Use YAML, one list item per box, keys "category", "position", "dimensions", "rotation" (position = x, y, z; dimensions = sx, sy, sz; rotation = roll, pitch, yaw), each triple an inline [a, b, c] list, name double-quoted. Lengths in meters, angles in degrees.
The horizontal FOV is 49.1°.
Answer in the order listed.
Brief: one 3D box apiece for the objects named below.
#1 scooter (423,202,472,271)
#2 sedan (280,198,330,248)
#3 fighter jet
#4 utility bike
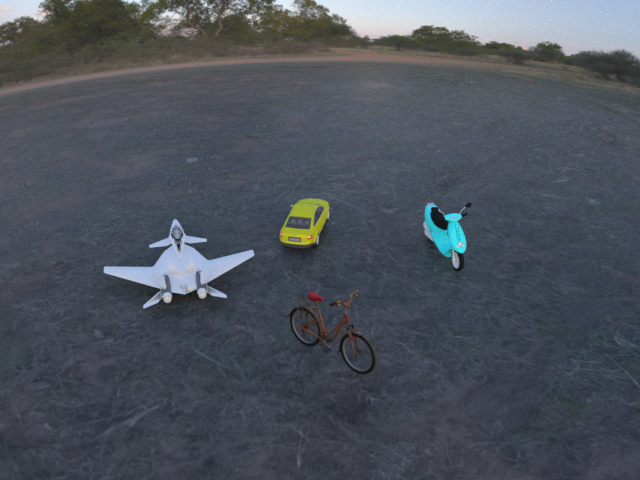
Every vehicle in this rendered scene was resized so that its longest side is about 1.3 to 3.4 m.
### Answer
- category: "scooter"
  position: [1.932, -0.195, 10.841]
  dimensions: [0.662, 0.919, 1.399]
  rotation: [-7, 29, -13]
- category: "sedan"
  position: [-0.235, -0.365, 11.621]
  dimensions: [0.635, 0.483, 1.613]
  rotation: [6, 29, 10]
- category: "fighter jet"
  position: [-2.152, 0.102, 10.668]
  dimensions: [2.229, 0.557, 2.640]
  rotation: [-6, 29, -12]
- category: "utility bike"
  position: [0.151, 1.013, 8.549]
  dimensions: [1.435, 0.946, 0.535]
  rotation: [23, 35, 36]
